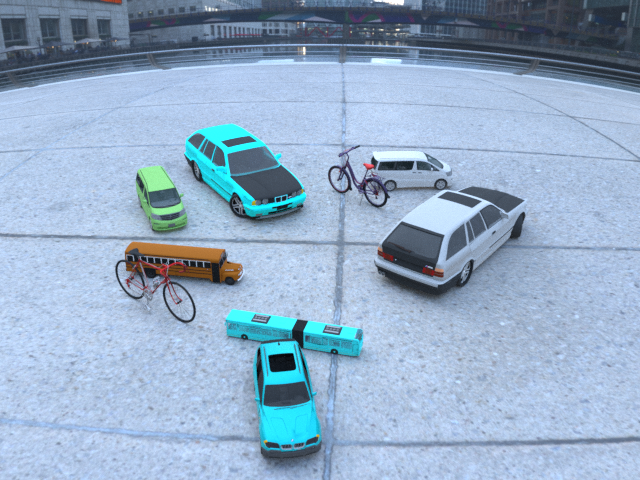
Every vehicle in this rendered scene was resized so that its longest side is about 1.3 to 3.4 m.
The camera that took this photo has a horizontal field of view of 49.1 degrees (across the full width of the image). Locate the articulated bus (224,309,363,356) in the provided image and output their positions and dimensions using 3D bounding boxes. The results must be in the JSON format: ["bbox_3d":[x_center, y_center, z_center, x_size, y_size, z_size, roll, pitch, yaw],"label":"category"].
[{"bbox_3d":[-0.338,1.155,8.760,1.749,0.289,0.311,7,29,13],"label":"articulated bus"}]

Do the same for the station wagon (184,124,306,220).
[{"bbox_3d":[-1.417,-1.348,12.717,1.327,0.920,3.105,-16,32,-27],"label":"station wagon"}]

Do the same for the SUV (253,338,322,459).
[{"bbox_3d":[-0.383,1.652,7.536,0.656,0.580,1.572,-4,29,-8],"label":"SUV"}]

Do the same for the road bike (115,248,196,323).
[{"bbox_3d":[-2.211,0.562,9.263,1.545,0.852,0.358,19,34,31],"label":"road bike"}]

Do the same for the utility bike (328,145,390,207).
[{"bbox_3d":[0.634,-1.105,12.243,1.435,0.946,0.535,24,37,37],"label":"utility bike"}]

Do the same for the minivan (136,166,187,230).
[{"bbox_3d":[-2.709,-0.716,11.870,0.681,0.616,1.548,-12,31,-21],"label":"minivan"}]

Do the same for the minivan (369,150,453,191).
[{"bbox_3d":[1.697,-1.309,12.965,1.548,0.616,0.681,-2,28,-3],"label":"minivan"}]

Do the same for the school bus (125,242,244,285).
[{"bbox_3d":[-1.952,0.327,10.136,1.708,0.434,0.365,5,29,8],"label":"school bus"}]

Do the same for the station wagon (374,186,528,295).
[{"bbox_3d":[2.121,-0.239,10.670,1.327,0.920,3.105,20,34,33],"label":"station wagon"}]
